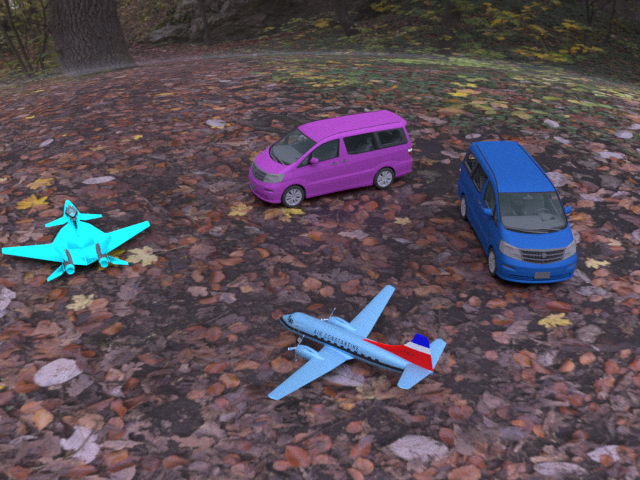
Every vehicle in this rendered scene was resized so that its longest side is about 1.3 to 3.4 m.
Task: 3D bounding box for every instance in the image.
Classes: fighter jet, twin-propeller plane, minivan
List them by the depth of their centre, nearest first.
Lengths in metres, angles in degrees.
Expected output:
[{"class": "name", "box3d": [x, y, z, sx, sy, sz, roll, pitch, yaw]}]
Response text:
[{"class": "twin-propeller plane", "box3d": [0.377, 1.151, 8.296, 2.129, 0.792, 2.663, 18, 33, 29]}, {"class": "minivan", "box3d": [3.010, -0.503, 10.888, 1.324, 1.197, 3.011, -1, 29, -3]}, {"class": "fighter jet", "box3d": [-3.890, -0.264, 11.117, 2.229, 0.557, 2.640, -12, 31, -21]}, {"class": "minivan", "box3d": [0.184, -1.526, 12.749, 3.011, 1.197, 1.324, -13, 31, -22]}]
